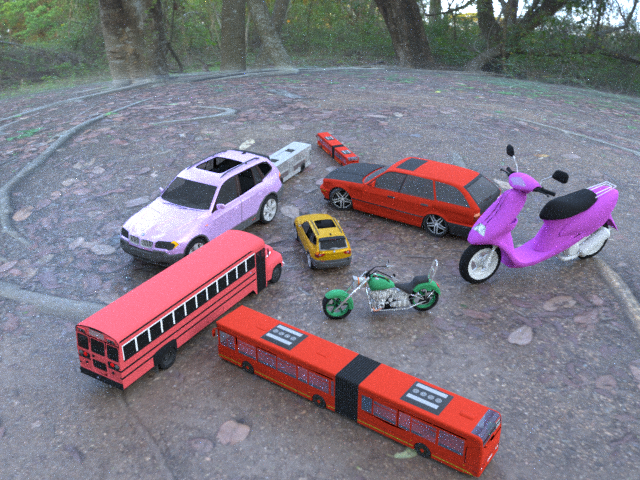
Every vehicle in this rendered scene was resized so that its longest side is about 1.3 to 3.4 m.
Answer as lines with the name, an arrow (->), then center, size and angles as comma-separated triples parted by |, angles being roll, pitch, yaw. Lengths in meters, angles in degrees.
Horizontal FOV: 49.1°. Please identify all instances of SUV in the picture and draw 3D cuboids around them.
SUV -> 0.030, -0.077, 10.719 | 0.656, 0.580, 1.572 | -6, 27, -12
SUV -> -1.799, -0.584, 11.113 | 1.276, 1.128, 3.058 | 15, 31, 27

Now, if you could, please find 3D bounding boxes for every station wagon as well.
station wagon -> 1.489, -0.888, 11.946 | 3.105, 0.920, 1.327 | 17, 31, 30

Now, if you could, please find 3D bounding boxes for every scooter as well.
scooter -> 3.202, -0.368, 9.958 | 2.721, 1.786, 1.288 | -11, 29, -20

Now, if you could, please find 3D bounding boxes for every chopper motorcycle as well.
chopper motorcycle -> 0.807, 0.641, 9.099 | 1.563, 0.761, 0.466 | -3, 27, -7

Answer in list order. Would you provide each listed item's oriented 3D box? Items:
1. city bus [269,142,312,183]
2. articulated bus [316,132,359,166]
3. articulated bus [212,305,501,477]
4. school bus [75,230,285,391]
city bus -> -0.727, -1.415, 13.499 | 0.476, 0.460, 1.674 | 13, 30, 24
articulated bus -> 0.352, -1.865, 14.578 | 0.311, 0.289, 1.749 | -10, 28, -18
articulated bus -> 0.257, 1.526, 7.568 | 3.401, 0.561, 0.605 | 18, 32, 31
school bus -> -1.582, 0.692, 8.905 | 0.709, 0.844, 3.322 | 15, 30, 27
